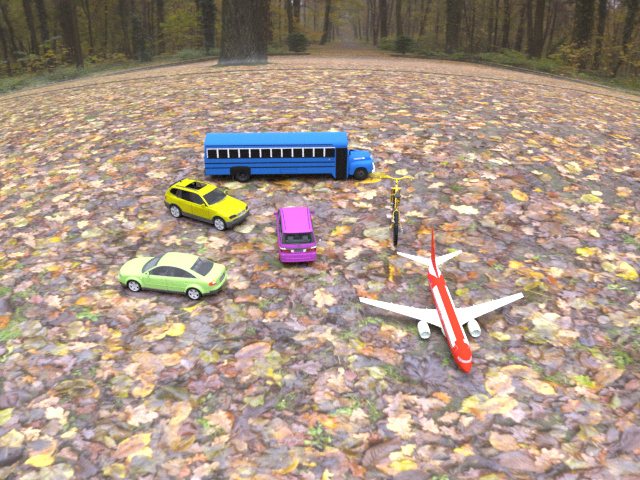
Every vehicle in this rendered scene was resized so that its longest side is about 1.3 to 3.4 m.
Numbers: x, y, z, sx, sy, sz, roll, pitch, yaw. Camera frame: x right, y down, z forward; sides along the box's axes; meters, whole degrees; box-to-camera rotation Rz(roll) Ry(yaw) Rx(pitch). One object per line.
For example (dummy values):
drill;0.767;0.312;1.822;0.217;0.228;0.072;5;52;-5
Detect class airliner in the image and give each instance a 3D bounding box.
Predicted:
airliner;1.686;0.757;9.287;2.257;0.835;2.541;-1;28;-3

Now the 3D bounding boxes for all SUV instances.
SUV;-1.982;-0.656;12.177;1.572;0.580;0.656;16;32;26

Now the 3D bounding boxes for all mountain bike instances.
mountain bike;1.266;-0.544;11.665;0.573;0.868;1.469;2;28;4

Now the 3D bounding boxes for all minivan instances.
minivan;-0.397;-0.196;11.285;0.681;0.616;1.548;-3;28;-5

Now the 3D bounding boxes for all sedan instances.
sedan;-2.166;0.462;10.204;1.613;0.483;0.635;6;29;11

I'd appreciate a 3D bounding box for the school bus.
school bus;-0.585;-1.657;13.755;3.322;0.844;0.709;-1;28;-2
